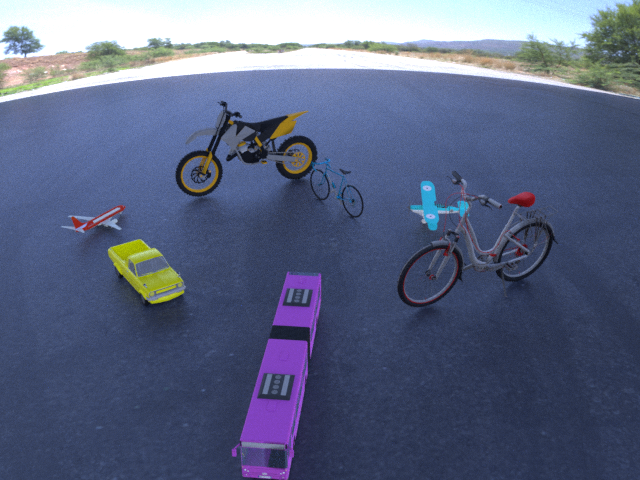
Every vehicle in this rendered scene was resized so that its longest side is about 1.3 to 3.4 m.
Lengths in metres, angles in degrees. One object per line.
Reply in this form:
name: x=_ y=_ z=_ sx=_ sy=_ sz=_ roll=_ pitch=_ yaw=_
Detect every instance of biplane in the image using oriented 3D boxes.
biplane: x=2.061 y=-0.534 z=12.211 sx=1.090 sy=0.504 sz=1.336 roll=2 pitch=28 yaw=3

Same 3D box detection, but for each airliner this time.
airliner: x=-3.820 y=-0.445 z=12.122 sx=1.161 sy=0.429 sz=1.307 roll=13 pitch=30 yaw=23

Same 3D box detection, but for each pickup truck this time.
pickup truck: x=-2.603 y=0.405 z=10.410 sx=0.640 sy=0.511 sz=1.603 roll=-18 pitch=33 yaw=-31

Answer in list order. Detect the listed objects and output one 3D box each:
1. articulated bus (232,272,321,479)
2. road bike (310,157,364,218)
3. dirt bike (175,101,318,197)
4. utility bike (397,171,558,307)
articulated bus: x=-0.391 y=1.433 z=8.392 sx=0.605 sy=0.561 sz=3.401 roll=3 pitch=28 yaw=5
road bike: x=0.286 y=-0.971 z=12.671 sx=0.358 sy=0.852 sz=1.545 roll=-20 pitch=33 yaw=-33
dirt bike: x=-1.357 y=-1.760 z=13.301 sx=2.903 sy=1.666 sz=1.024 roll=-13 pitch=30 yaw=-23
utility bike: x=2.353 y=0.011 z=9.730 sx=2.791 sy=1.839 sz=1.039 roll=-13 pitch=30 yaw=-23
